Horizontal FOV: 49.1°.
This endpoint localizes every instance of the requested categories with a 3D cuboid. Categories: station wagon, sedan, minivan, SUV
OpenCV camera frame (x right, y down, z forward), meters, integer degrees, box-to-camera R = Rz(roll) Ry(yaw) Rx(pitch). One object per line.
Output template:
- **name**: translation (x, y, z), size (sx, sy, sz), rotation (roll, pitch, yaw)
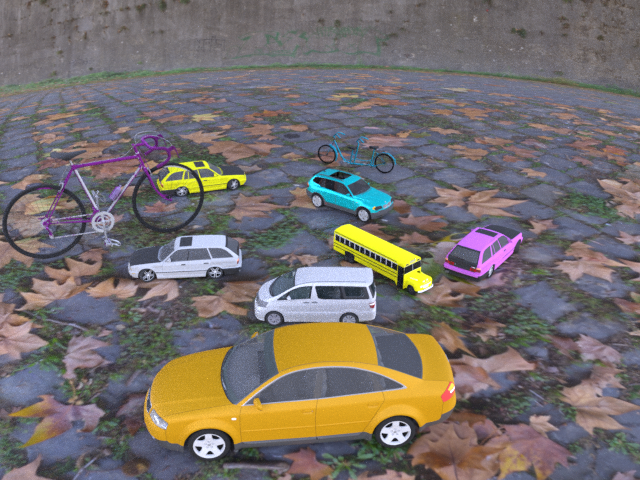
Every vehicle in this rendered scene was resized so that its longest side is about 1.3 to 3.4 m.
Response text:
- **station wagon**: translation (-2.148, -1.169, 12.750), size (1.597, 0.473, 0.682), rotation (-9, 28, -17)
- **station wagon**: translation (2.431, 0.086, 10.252), size (0.682, 0.473, 1.597), rotation (19, 32, 33)
- **sedan**: translation (-0.198, 1.415, 7.088), size (3.137, 0.940, 1.235), rotation (-3, 27, -6)
- **minivan**: translation (-0.060, 0.691, 8.891), size (1.548, 0.616, 0.681), rotation (1, 27, 2)
- **station wagon**: translation (-1.923, 0.228, 9.971), size (1.597, 0.473, 0.682), rotation (-3, 27, -6)
- **SUV**: translation (0.496, -0.800, 11.896), size (1.572, 0.580, 0.656), rotation (19, 32, 33)

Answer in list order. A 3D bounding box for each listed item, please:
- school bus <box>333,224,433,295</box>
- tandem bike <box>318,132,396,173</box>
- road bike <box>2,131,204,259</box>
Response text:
- **school bus**: translation (0.884, 0.261, 9.948), size (0.365, 0.434, 1.708), rotation (-21, 34, -36)
- **tandem bike**: translation (0.700, -1.704, 13.583), size (1.642, 0.682, 0.283), rotation (12, 29, 22)
- **road bike**: translation (-3.178, -0.678, 10.456), size (3.004, 1.656, 0.697), rotation (-14, 30, -25)
